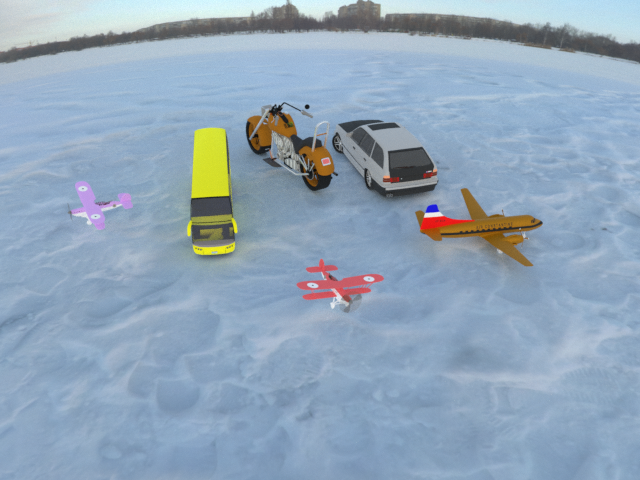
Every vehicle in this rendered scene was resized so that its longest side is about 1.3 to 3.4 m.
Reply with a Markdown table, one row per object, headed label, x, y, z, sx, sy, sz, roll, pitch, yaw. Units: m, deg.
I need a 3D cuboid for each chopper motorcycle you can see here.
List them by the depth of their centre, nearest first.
| label | x | y | z | sx | sy | sz | roll | pitch | yaw |
| --- | --- | --- | --- | --- | --- | --- | --- | --- | --- |
| chopper motorcycle | -0.661 | -2.015 | 13.596 | 0.906 | 1.480 | 3.040 | -18 | 34 | -28 |

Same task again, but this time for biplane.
| label | x | y | z | sx | sy | sz | roll | pitch | yaw |
| --- | --- | --- | --- | --- | --- | --- | --- | --- | --- |
| biplane | 0.230 | 0.631 | 10.001 | 1.336 | 0.504 | 1.090 | -13 | 33 | -21 |
| biplane | -3.781 | -0.562 | 12.061 | 1.090 | 0.504 | 1.336 | -15 | 33 | -24 |

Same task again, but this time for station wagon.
| label | x | y | z | sx | sy | sz | roll | pitch | yaw |
| --- | --- | --- | --- | --- | --- | --- | --- | --- | --- |
| station wagon | 1.219 | -1.854 | 13.876 | 1.327 | 0.920 | 3.105 | -9 | 31 | -15 |

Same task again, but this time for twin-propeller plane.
| label | x | y | z | sx | sy | sz | roll | pitch | yaw |
| --- | --- | --- | --- | --- | --- | --- | --- | --- | --- |
| twin-propeller plane | 2.638 | -0.299 | 11.321 | 2.129 | 0.792 | 2.663 | -6 | 31 | -10 |

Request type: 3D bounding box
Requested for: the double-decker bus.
| label | x | y | z | sx | sy | sz | roll | pitch | yaw |
| --- | --- | --- | --- | --- | --- | --- | --- | --- | --- |
| double-decker bus | -1.858 | -0.887 | 12.076 | 0.756 | 1.052 | 3.251 | -4 | 30 | -7 |
